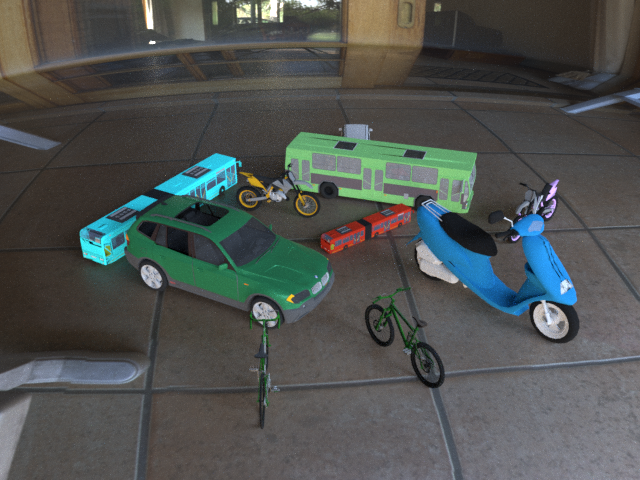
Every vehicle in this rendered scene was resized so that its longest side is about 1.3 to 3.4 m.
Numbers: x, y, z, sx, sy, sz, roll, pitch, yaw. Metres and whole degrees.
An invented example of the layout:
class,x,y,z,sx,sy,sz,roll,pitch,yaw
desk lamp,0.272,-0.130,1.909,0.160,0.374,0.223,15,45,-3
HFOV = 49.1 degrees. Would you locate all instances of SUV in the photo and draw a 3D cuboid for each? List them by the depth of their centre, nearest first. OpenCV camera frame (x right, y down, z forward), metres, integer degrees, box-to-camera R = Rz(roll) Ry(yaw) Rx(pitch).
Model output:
class,x,y,z,sx,sy,sz,roll,pitch,yaw
SUV,-1.300,0.187,9.752,3.058,1.128,1.276,15,34,24

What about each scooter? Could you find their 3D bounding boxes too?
class,x,y,z,sx,sy,sz,roll,pitch,yaw
scooter,2.254,0.131,9.196,1.288,1.786,2.721,-25,38,-36

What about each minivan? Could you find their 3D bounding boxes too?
class,x,y,z,sx,sy,sz,roll,pitch,yaw
minivan,0.708,-1.981,13.972,0.681,0.616,1.548,1,30,2

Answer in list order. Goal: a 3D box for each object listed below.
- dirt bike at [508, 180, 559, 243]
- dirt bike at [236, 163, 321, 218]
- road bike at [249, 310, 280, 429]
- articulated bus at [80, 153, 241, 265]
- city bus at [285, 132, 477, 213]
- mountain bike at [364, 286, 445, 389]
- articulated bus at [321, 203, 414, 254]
class,x,y,z,sx,sy,sz,roll,pitch,yaw
dirt bike,3.460,-0.513,11.219,0.527,0.857,1.493,26,39,37
dirt bike,-0.713,-0.818,11.742,1.493,0.857,0.527,7,31,13
road bike,-0.637,1.400,7.949,0.358,0.852,1.545,-1,30,-1
articulated bus,-2.536,-0.602,11.665,0.605,0.561,3.401,16,34,25
city bus,1.046,-1.168,12.304,3.255,0.894,0.926,9,32,15
mountain bike,0.999,1.131,8.394,0.573,0.868,1.469,-18,35,-28
articulated bus,0.772,-0.197,11.242,1.749,0.289,0.311,-22,37,-32
